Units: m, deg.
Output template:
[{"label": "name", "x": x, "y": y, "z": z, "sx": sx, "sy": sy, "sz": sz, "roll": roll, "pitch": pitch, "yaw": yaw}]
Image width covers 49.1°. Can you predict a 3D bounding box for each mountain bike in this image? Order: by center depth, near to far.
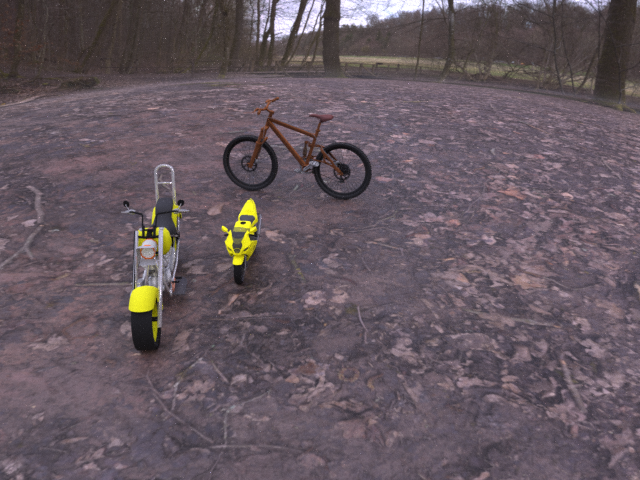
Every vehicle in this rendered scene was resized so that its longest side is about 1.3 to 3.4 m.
[{"label": "mountain bike", "x": -0.449, "y": -1.621, "z": 12.804, "sx": 2.857, "sy": 1.688, "sz": 1.114, "roll": 6, "pitch": 26, "yaw": 13}]

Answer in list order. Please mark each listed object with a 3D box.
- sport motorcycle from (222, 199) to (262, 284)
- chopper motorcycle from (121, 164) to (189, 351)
[{"label": "sport motorcycle", "x": -1.122, "y": 0.009, "z": 10.402, "sx": 0.506, "sy": 0.821, "sz": 1.520, "roll": 1, "pitch": 26, "yaw": 3}, {"label": "chopper motorcycle", "x": -2.194, "y": 0.139, "z": 9.367, "sx": 0.906, "sy": 1.480, "sz": 3.040, "roll": -2, "pitch": 26, "yaw": -4}]
